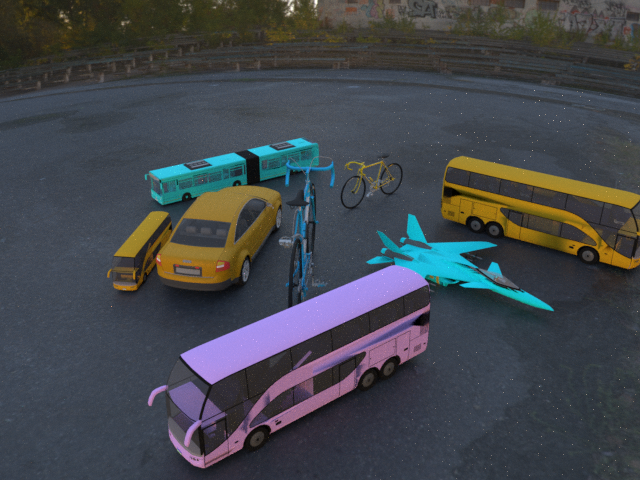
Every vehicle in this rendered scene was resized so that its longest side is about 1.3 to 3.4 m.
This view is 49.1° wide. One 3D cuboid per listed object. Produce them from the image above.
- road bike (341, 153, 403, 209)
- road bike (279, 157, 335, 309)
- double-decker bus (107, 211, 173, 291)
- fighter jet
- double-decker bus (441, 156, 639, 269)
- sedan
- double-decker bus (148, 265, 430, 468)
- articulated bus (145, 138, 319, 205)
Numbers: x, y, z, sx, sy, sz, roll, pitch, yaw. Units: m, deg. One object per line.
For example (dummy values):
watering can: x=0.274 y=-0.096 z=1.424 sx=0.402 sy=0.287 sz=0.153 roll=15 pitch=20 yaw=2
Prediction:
road bike: x=0.931 y=-1.076 z=12.289 sx=1.545 sy=0.852 sz=0.358 roll=-22 pitch=34 yaw=-36
road bike: x=-0.216 y=-0.071 z=9.370 sx=0.697 sy=1.656 sz=3.004 roll=2 pitch=27 yaw=5
double-decker bus: x=-2.566 y=0.152 z=10.172 sx=0.389 sy=0.541 sz=1.672 roll=3 pitch=27 yaw=7
fighter jet: x=2.030 y=0.362 z=9.732 sx=2.640 sy=0.557 sz=2.229 roll=22 pitch=34 yaw=37
double-decker bus: x=3.451 y=-0.450 z=10.809 sx=3.251 sy=1.052 sz=0.756 roll=18 pitch=32 yaw=32
sedan: x=-1.410 y=-0.244 z=10.521 sx=1.235 sy=0.940 sz=3.137 roll=6 pitch=27 yaw=11
double-decker bus: x=-0.157 y=1.256 z=7.383 sx=3.251 sy=1.052 sz=0.756 roll=-20 pitch=33 yaw=-34
articulated bus: x=-1.539 y=-1.327 z=13.120 sx=3.401 sy=0.561 sz=0.605 roll=-17 pitch=31 yaw=-31
